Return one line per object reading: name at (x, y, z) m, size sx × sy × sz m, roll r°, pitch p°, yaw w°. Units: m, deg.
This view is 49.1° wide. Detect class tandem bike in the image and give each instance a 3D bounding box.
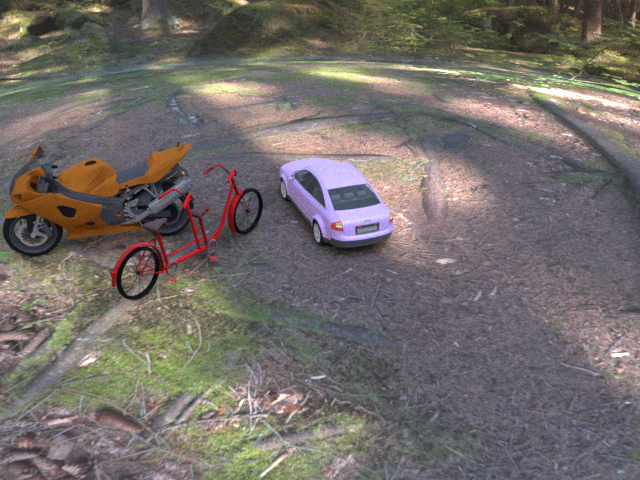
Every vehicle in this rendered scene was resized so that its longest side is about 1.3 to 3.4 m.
tandem bike at (-1.864, -0.232, 10.355) m, size 0.550 × 1.326 × 3.192 m, roll 18°, pitch 33°, yaw 30°

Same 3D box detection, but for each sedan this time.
sedan at (0.188, -0.831, 11.879) m, size 1.235 × 0.940 × 3.137 m, roll -10°, pitch 30°, yaw -18°

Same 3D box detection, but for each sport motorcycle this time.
sport motorcycle at (-3.397, -0.649, 10.845) m, size 2.955 × 1.596 × 0.983 m, roll -10°, pitch 30°, yaw -18°
